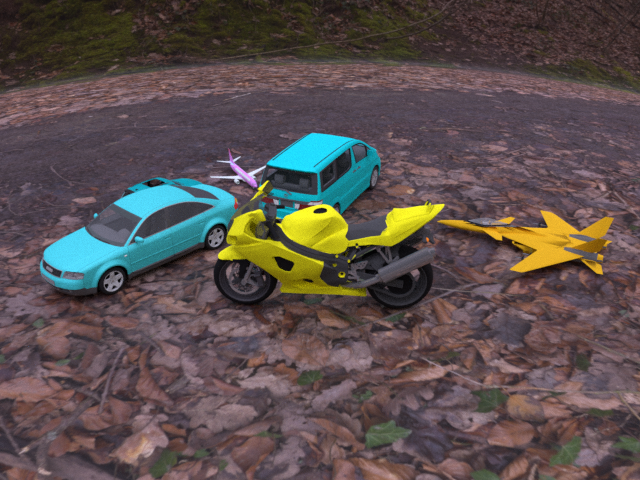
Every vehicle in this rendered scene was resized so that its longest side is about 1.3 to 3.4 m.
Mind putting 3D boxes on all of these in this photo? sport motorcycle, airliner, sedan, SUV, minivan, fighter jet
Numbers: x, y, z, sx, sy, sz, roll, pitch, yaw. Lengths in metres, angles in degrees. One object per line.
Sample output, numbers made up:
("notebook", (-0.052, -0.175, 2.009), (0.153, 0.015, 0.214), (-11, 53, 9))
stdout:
("sport motorcycle", (0.068, 0.158, 9.056), (2.955, 1.596, 0.983), (1, 28, 2))
("airliner", (-1.470, -1.334, 13.183), (1.161, 0.429, 1.307), (-15, 31, -26))
("sedan", (-2.608, -0.160, 10.378), (1.235, 0.940, 3.137), (23, 35, 37))
("SUV", (-2.660, -0.772, 11.941), (0.656, 0.580, 1.572), (21, 34, 35))
("minivan", (0.090, -1.180, 12.057), (1.324, 1.197, 3.011), (12, 30, 21))
("fighter jet", (3.096, -0.183, 10.835), (2.640, 0.557, 2.229), (13, 30, 23))
